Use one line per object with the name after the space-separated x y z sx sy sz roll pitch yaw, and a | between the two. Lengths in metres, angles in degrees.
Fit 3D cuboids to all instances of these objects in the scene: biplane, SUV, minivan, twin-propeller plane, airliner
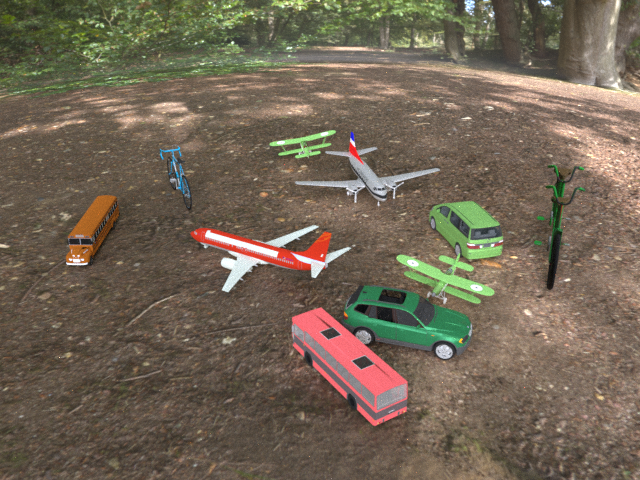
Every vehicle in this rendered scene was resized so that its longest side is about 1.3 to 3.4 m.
1.704 0.515 9.355 1.336 0.504 1.090 13 30 24 | biplane
1.045 0.945 8.438 1.572 0.580 0.656 8 28 15 | SUV
2.208 -0.251 10.720 0.681 0.616 1.548 -7 28 -13 | minivan
-0.320 -1.835 13.914 1.336 0.504 1.090 -4 28 -8 | biplane
0.818 -1.268 12.502 2.663 0.792 2.129 -7 28 -12 | twin-propeller plane
-0.893 -0.010 10.013 2.541 0.835 2.257 16 31 28 | airliner

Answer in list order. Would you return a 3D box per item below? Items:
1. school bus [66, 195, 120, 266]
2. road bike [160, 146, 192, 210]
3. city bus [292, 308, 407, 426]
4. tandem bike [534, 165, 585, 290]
-3.479 -0.153 10.729 0.365 0.434 1.708 0 27 1 | school bus
-2.454 -1.109 12.127 0.358 0.852 1.545 -12 30 -22 | road bike
0.284 1.372 7.741 0.476 0.460 1.674 -16 31 -28 | city bus
3.540 -0.470 10.370 0.550 1.326 3.192 9 28 16 | tandem bike
